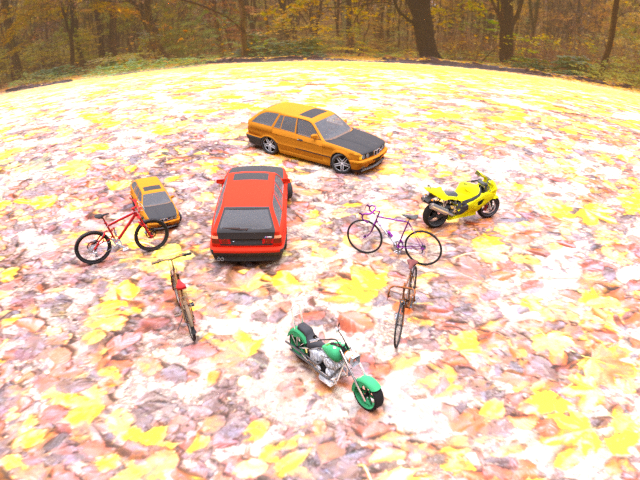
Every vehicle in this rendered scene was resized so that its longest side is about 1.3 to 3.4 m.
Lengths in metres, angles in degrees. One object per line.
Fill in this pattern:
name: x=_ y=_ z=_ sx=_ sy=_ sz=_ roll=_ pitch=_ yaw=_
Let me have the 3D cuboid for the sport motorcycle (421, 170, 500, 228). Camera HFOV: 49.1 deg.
sport motorcycle: x=2.424 y=-0.671 z=11.944 sx=1.520 sy=0.821 sz=0.506 roll=-10 pitch=30 yaw=-18

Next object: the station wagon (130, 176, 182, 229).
station wagon: x=-2.931 y=-0.694 z=12.356 sx=0.682 sy=0.473 sz=1.597 roll=-12 pitch=30 yaw=-21

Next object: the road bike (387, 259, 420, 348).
road bike: x=1.145 y=0.755 z=9.248 sx=0.358 sy=0.852 sz=1.545 roll=8 pitch=29 yaw=15

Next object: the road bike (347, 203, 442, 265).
road bike: x=1.139 y=-0.078 z=10.804 sx=1.545 sy=0.852 sz=0.358 roll=11 pitch=30 yaw=20

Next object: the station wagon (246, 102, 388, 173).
station wagon: x=-0.080 y=-2.235 z=14.759 sx=3.105 sy=0.920 sz=1.327 roll=19 pitch=33 yaw=31

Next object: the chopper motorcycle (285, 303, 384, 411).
chopper motorcycle: x=0.153 y=1.361 z=8.212 sx=0.466 sy=0.761 sz=1.563 roll=-22 pitch=35 yaw=-36

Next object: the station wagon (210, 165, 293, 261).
station wagon: x=-1.141 y=-0.691 z=11.875 sx=1.327 sy=0.920 sz=3.105 roll=-1 pitch=28 yaw=-1

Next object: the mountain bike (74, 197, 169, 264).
mountain bike: x=-3.079 y=-0.118 z=10.861 sx=1.469 sy=0.868 sz=0.573 roll=-14 pitch=31 yaw=-24

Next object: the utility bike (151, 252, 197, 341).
utility bike: x=-1.884 y=0.700 z=9.251 sx=0.535 sy=0.946 sz=1.435 roll=-10 pitch=30 yaw=-19
